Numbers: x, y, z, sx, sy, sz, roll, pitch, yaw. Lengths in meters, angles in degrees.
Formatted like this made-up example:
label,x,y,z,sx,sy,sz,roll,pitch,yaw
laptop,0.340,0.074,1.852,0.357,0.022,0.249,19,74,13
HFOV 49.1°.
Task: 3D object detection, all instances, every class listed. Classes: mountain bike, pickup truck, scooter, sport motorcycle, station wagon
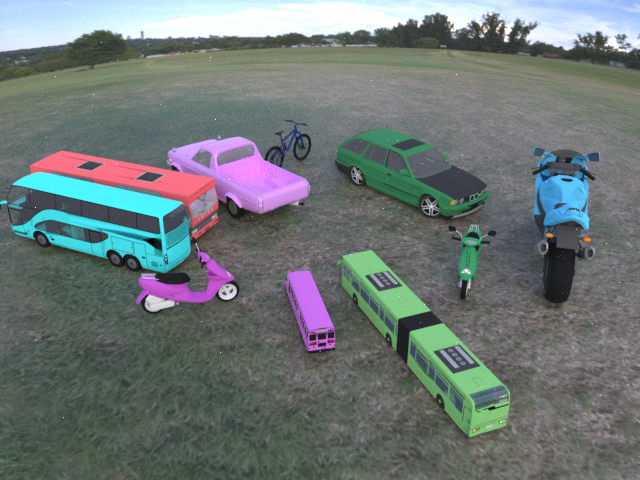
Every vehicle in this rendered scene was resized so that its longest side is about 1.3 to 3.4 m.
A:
label,x,y,z,sx,sy,sz,roll,pitch,yaw
mountain bike,-0.633,-1.883,14.054,0.573,0.868,1.469,19,33,32
pickup truck,-1.567,-1.270,12.765,1.244,0.993,3.117,-22,35,-35
scooter,-1.793,0.523,9.466,1.399,0.919,0.662,-8,29,-15
sport motorcycle,3.549,-0.321,10.332,0.983,1.596,2.955,7,29,13
station wagon,1.662,-1.324,12.944,1.327,0.920,3.105,-22,35,-35
scooter,2.173,0.169,10.133,0.662,0.919,1.399,8,29,14

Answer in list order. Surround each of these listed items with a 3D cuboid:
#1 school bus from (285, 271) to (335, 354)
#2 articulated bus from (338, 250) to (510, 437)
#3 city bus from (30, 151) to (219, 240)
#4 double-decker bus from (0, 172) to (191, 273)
label,x,y,z,sx,sy,sz,roll,pitch,yaw
school bus,-0.165,0.879,9.311,0.365,0.434,1.708,-6,29,-11
articulated bus,1.150,1.116,8.730,0.605,0.561,3.401,-11,30,-19
city bus,-3.335,-0.752,11.894,3.255,0.894,0.926,12,30,21
double-decker bus,-3.533,-0.315,10.902,3.251,1.052,0.756,12,30,22
